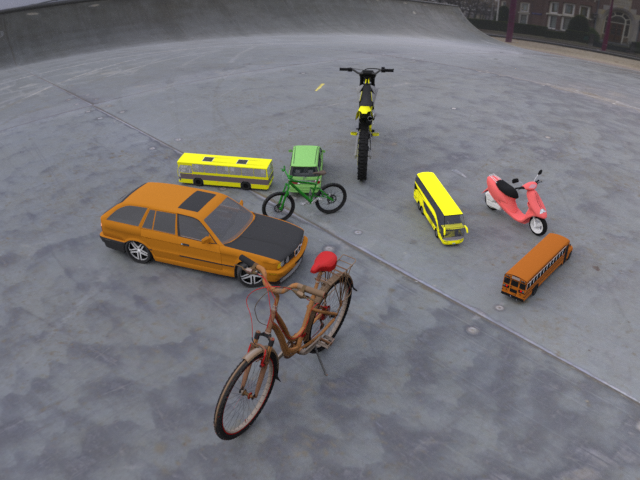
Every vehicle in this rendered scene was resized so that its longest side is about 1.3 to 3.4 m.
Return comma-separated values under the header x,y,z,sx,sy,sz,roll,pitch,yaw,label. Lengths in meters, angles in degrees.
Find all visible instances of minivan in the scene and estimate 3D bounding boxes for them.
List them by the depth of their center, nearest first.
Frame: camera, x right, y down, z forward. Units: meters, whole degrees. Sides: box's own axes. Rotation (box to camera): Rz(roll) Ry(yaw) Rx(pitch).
x,y,z,sx,sy,sz,roll,pitch,yaw,label
-0.250,-1.383,12.719,0.681,0.616,1.548,1,31,2,minivan

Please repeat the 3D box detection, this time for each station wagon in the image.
x,y,z,sx,sy,sz,roll,pitch,yaw,label
-1.728,-0.177,10.452,3.105,0.920,1.327,11,33,17,station wagon

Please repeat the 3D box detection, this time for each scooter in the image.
x,y,z,sx,sy,sz,roll,pitch,yaw,label
3.174,-0.710,11.326,0.662,0.919,1.399,-19,36,-27,scooter

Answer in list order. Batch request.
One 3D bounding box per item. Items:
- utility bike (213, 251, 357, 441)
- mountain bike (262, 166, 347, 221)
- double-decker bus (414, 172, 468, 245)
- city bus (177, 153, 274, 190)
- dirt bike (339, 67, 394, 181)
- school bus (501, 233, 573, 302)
x,y,z,sx,sy,sz,roll,pitch,yaw,label
-0.213,0.933,7.752,1.039,1.839,2.791,18,36,27,utility bike
-0.247,-0.745,11.431,1.469,0.868,0.573,-11,33,-17,mountain bike
1.926,-0.516,11.370,0.389,0.541,1.672,-5,32,-9,double-decker bus
-1.698,-1.223,12.605,1.674,0.460,0.476,5,32,9,city bus
0.852,-2.368,13.323,1.024,1.666,2.903,3,32,4,dirt bike
3.175,0.337,10.076,0.365,0.434,1.708,24,39,33,school bus
